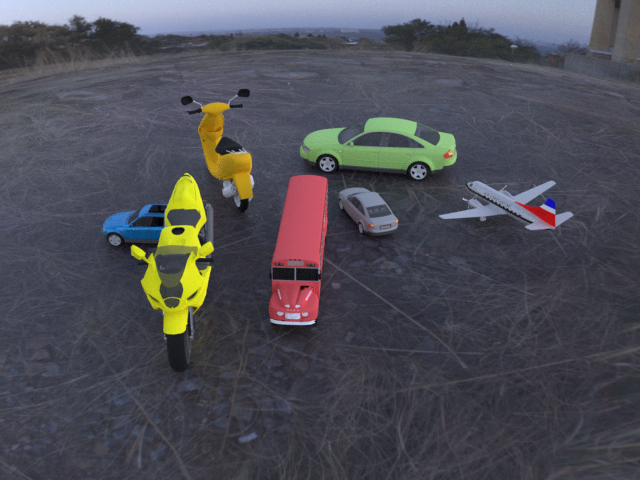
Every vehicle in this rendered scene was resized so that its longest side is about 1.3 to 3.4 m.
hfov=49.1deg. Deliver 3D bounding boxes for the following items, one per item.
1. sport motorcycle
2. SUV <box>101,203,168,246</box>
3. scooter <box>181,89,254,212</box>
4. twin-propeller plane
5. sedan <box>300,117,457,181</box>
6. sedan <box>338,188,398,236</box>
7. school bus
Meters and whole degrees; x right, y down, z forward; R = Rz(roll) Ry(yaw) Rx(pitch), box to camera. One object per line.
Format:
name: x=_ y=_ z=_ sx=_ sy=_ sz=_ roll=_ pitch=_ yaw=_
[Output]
sport motorcycle: x=-1.838 y=0.358 z=9.391 sx=0.983 sy=1.596 sz=2.955 roll=-3 pitch=30 yaw=-4
SUV: x=-2.794 y=-0.272 z=11.498 sx=1.572 sy=0.580 sz=0.656 roll=2 pitch=30 yaw=4
scooter: x=-1.768 y=-1.747 z=12.844 sx=1.288 sy=1.786 sz=2.721 roll=-12 pitch=32 yaw=-19
twin-propeller plane: x=3.228 y=-0.687 z=12.004 sx=2.663 sy=0.792 sz=2.129 roll=-17 pitch=34 yaw=-27
sedan: x=1.151 y=-1.910 z=13.973 sx=3.137 sy=0.940 sz=1.235 roll=6 pitch=30 yaw=10
sedan: x=0.808 y=-0.577 z=12.123 sx=0.635 sy=0.483 sz=1.613 roll=-10 pitch=32 yaw=-17
school bus: x=-0.279 y=0.073 z=10.636 sx=0.709 sy=0.844 sz=3.322 roll=2 pitch=30 yaw=3
